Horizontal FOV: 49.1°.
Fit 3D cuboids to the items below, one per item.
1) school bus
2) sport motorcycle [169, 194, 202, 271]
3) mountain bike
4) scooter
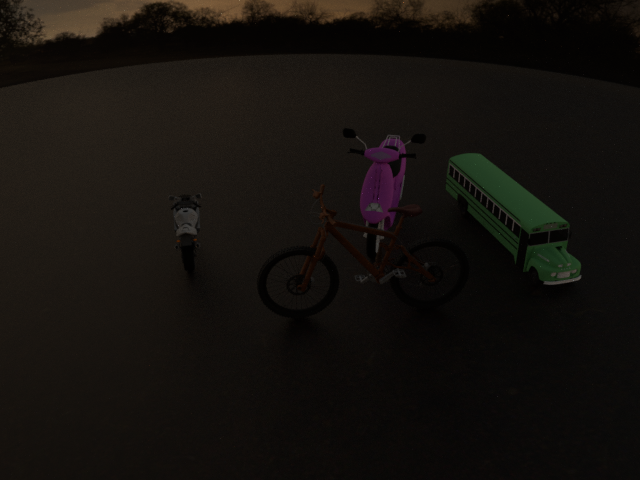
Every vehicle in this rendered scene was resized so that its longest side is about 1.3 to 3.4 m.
[{"bbox_3d":[3.016,-0.399,11.173,0.709,0.844,3.322,-8,30,-14],"label":"school bus"},{"bbox_3d":[-2.040,-0.159,10.766,0.506,0.821,1.520,-5,29,-9],"label":"sport motorcycle"},{"bbox_3d":[0.593,0.242,9.152,2.857,1.688,1.114,-4,29,-6],"label":"mountain bike"},{"bbox_3d":[1.038,-1.025,11.331,1.288,1.786,2.721,6,30,11],"label":"scooter"}]
